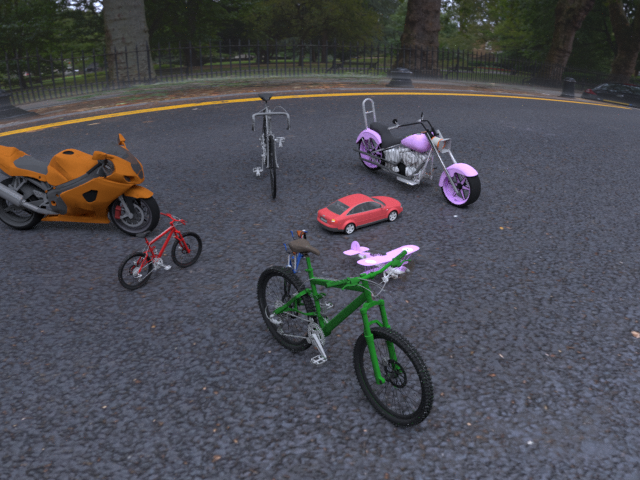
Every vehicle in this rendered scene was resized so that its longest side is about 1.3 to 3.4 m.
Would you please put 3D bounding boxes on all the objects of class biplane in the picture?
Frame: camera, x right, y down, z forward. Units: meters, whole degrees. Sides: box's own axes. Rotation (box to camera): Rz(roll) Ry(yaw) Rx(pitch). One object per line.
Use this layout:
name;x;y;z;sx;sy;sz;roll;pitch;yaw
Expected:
biplane;0.882;0.297;10.266;1.090;0.504;1.336;22;33;37

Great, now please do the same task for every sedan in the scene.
sedan;0.706;-0.523;11.991;1.613;0.483;0.635;-16;30;-30

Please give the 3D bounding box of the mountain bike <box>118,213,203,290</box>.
mountain bike;-2.303;0.152;10.146;0.573;0.868;1.469;22;33;37

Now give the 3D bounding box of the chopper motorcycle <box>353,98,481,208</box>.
chopper motorcycle;1.799;-1.687;13.257;0.906;1.480;3.040;-20;32;-35

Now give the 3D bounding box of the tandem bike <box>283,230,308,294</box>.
tandem bike;-0.351;0.195;10.273;0.283;0.682;1.642;4;26;8

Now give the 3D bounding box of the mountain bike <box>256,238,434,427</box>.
mountain bike;0.160;0.859;7.738;1.114;1.688;2.857;-20;32;-36

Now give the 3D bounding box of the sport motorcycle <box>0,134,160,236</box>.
sport motorcycle;-4.074;-0.862;11.413;2.955;1.596;0.983;4;26;7

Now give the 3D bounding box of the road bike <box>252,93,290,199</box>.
road bike;-0.997;-1.958;13.617;0.696;1.656;3.004;-3;26;-7
